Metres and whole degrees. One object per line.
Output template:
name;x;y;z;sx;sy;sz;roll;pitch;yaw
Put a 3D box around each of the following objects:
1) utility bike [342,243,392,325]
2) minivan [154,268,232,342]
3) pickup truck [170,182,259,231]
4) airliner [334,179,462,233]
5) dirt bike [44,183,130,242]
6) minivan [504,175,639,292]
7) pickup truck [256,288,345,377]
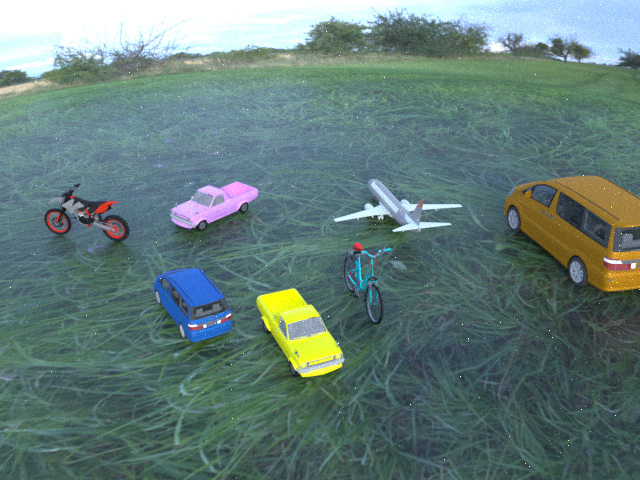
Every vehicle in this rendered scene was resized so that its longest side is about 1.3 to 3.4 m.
utility bike;0.620;0.454;9.406;0.535;0.946;1.435;-8;28;-16
minivan;-1.714;0.736;9.215;0.681;0.616;1.548;-15;31;-27
pickup truck;-1.803;-0.656;12.070;0.640;0.511;1.603;21;34;35
airliner;1.254;-0.747;11.889;2.257;0.835;2.541;-7;28;-14
dirt bike;-3.771;-0.410;11.204;1.493;0.857;0.527;6;28;12
minivan;3.979;-0.325;10.662;1.324;1.197;3.011;-7;28;-13
pickup truck;-0.277;1.073;8.670;0.640;0.511;1.603;-11;29;-20
